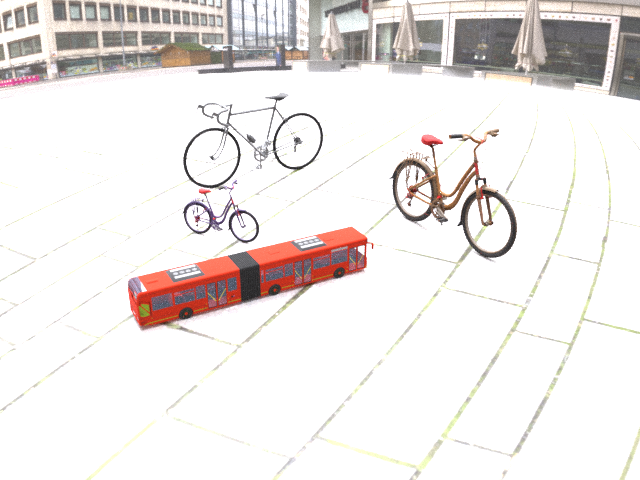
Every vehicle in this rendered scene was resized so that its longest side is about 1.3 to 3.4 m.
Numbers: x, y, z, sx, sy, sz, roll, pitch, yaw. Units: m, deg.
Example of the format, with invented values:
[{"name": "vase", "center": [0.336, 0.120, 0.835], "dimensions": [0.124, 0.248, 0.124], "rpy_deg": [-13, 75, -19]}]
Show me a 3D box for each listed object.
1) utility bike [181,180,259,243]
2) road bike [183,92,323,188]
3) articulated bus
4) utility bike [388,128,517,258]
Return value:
[{"name": "utility bike", "center": [-1.578, -0.493, 11.070], "dimensions": [1.435, 0.946, 0.535], "rpy_deg": [11, 28, 21]}, {"name": "road bike", "center": [-1.203, -1.947, 13.248], "dimensions": [3.004, 1.656, 0.696], "rpy_deg": [-16, 30, -29]}, {"name": "articulated bus", "center": [-0.866, 0.451, 9.570], "dimensions": [3.401, 0.561, 0.605], "rpy_deg": [-13, 29, -25]}, {"name": "utility bike", "center": [2.092, -0.934, 10.957], "dimensions": [1.039, 1.839, 2.791], "rpy_deg": [-17, 31, -31]}]
